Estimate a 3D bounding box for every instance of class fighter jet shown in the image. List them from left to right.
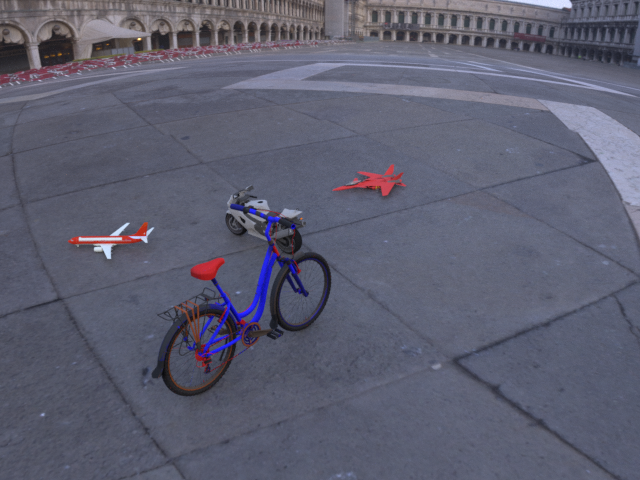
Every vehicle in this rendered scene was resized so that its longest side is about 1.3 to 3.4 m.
[{"bbox_3d":[0.852,-1.090,12.840,1.358,0.286,1.147,-11,30,-19],"label":"fighter jet"}]

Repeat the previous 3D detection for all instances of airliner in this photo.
[{"bbox_3d":[-3.270,-0.083,10.838,1.307,0.429,1.161,0,29,0],"label":"airliner"}]

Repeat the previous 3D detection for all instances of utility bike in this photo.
[{"bbox_3d":[-0.891,0.584,8.139,1.039,1.839,2.791,24,37,37],"label":"utility bike"}]

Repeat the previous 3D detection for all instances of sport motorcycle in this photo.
[{"bbox_3d":[-0.887,-0.303,10.834,1.520,0.821,0.506,18,34,30],"label":"sport motorcycle"}]
